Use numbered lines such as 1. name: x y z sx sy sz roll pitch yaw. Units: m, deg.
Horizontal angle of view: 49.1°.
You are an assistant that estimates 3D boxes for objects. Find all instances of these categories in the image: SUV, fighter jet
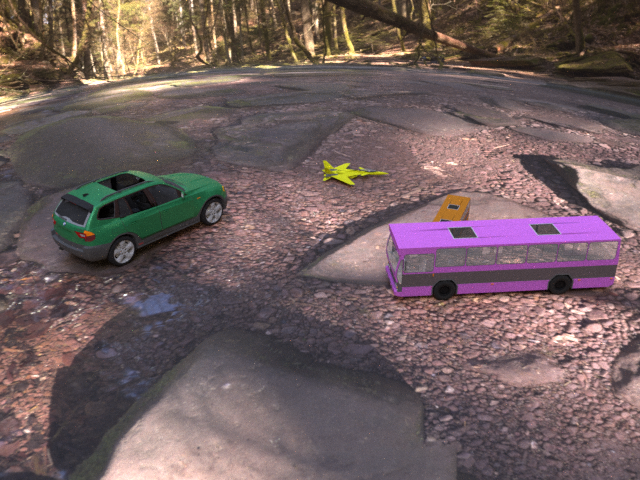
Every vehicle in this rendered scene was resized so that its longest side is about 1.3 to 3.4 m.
1. SUV: -2.945 -0.591 11.714 1.276 1.128 3.058 21 34 35
2. fighter jet: 0.723 -1.416 14.213 1.358 0.286 1.147 -1 28 -2

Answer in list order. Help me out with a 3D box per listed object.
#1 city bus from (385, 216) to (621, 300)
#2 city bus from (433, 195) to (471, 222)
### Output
1. city bus: 2.644 0.263 10.326 3.255 0.894 0.926 -2 28 -5
2. city bus: 2.147 -0.219 11.724 0.476 0.460 1.674 10 29 19
